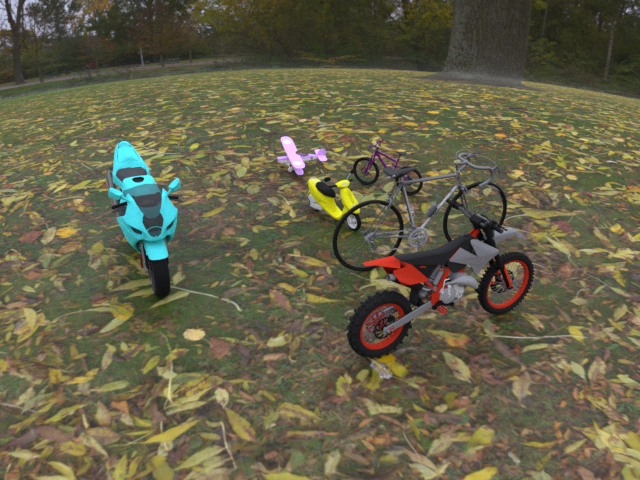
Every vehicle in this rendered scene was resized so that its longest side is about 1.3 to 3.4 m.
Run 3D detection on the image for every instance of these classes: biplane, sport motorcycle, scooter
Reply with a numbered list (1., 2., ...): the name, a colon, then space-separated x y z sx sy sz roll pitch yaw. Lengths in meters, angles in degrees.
1. biplane: -0.398 -1.661 14.188 1.090 0.504 1.336 -7 28 -14
2. sport motorcycle: -2.671 -0.386 10.513 0.983 1.596 2.955 -10 29 -19
3. scooter: 0.229 -0.764 11.990 0.662 0.919 1.399 -21 34 -34

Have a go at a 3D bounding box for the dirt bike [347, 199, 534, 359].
1. dirt bike: 1.607 0.469 8.774 2.903 1.666 1.024 -14 30 -25

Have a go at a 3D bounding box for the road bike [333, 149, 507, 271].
1. road bike: 1.578 -0.434 10.543 3.004 1.656 0.697 -10 29 -19

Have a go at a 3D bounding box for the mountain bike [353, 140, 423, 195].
1. mountain bike: 1.274 -1.355 13.194 1.469 0.868 0.573 16 31 28
